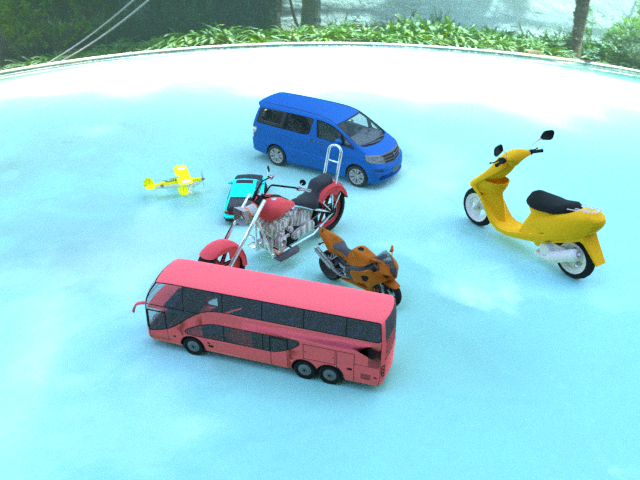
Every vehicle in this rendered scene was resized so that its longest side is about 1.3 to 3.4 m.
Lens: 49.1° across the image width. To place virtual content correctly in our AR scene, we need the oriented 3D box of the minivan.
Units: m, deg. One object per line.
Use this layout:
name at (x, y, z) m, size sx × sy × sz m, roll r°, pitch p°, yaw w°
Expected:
minivan at (0.146, -2.008, 13.636) m, size 3.011 × 1.197 × 1.324 m, roll 18°, pitch 34°, yaw 28°

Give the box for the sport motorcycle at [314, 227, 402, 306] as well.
sport motorcycle at (0.545, 0.377, 9.887) m, size 1.520 × 0.821 × 0.506 m, roll 25°, pitch 38°, yaw 36°

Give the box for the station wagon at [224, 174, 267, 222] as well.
station wagon at (-1.309, -0.835, 12.331) m, size 0.682 × 0.473 × 1.597 m, roll 1°, pitch 30°, yaw 1°

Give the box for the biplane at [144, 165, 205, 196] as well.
biplane at (-2.622, -1.035, 12.645) m, size 1.090 × 0.504 × 1.336 m, roll -8°, pitch 31°, yaw -14°

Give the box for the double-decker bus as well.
double-decker bus at (-0.689, 0.973, 8.626) m, size 3.251 × 1.052 × 0.756 m, roll 9°, pitch 31°, yaw 15°

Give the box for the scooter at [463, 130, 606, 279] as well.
scooter at (3.227, -0.620, 10.648) m, size 1.288 × 1.786 × 2.721 m, roll -19°, pitch 35°, yaw -29°

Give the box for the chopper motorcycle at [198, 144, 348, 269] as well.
chopper motorcycle at (-0.651, -0.362, 10.508) m, size 0.906 × 1.480 × 3.040 m, roll 24°, pitch 38°, yaw 35°
